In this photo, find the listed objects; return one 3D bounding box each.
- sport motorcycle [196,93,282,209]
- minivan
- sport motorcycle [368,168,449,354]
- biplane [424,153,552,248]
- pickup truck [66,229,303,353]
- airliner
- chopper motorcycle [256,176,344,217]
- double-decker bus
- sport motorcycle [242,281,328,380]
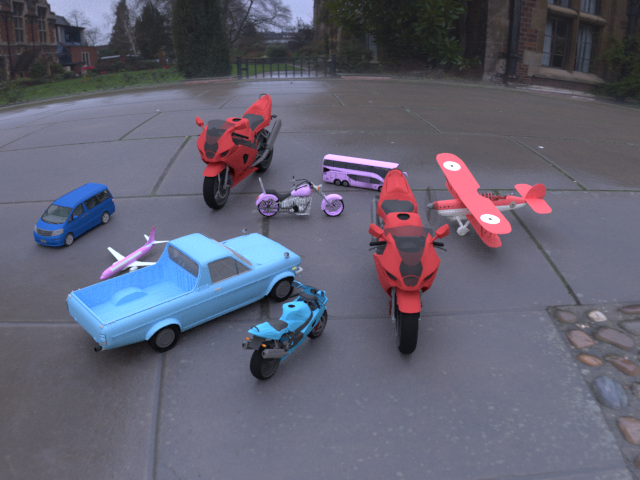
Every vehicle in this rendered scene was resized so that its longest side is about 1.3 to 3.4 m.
[{"bbox_3d":[-1.541,-1.755,13.456,0.983,1.596,2.955,8,27,16],"label":"sport motorcycle"},{"bbox_3d":[-4.173,-0.438,11.881,0.681,0.616,1.548,10,28,20],"label":"minivan"},{"bbox_3d":[1.094,0.192,9.478,0.983,1.596,2.955,0,26,1],"label":"sport motorcycle"},{"bbox_3d":[2.815,-0.600,11.798,2.120,0.981,2.598,-5,27,-10],"label":"biplane"},{"bbox_3d":[-1.732,0.550,9.432,3.117,0.993,1.244,-21,33,-36],"label":"pickup truck"},{"bbox_3d":[-2.927,0.212,10.765,1.161,0.429,1.307,13,29,25],"label":"airliner"},{"bbox_3d":[-0.352,-0.761,12.375,1.563,0.761,0.466,-2,26,-4],"label":"chopper motorcycle"},{"bbox_3d":[0.861,-1.297,13.723,1.672,0.541,0.389,11,28,20],"label":"double-decker bus"},{"bbox_3d":[-0.360,1.081,8.544,0.506,0.821,1.520,17,31,31],"label":"sport motorcycle"}]
